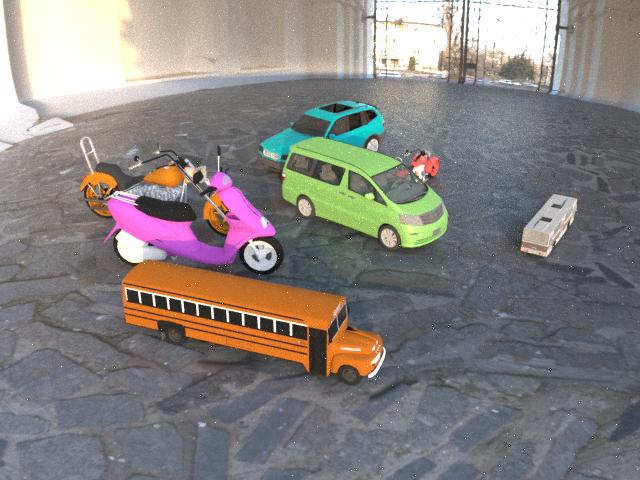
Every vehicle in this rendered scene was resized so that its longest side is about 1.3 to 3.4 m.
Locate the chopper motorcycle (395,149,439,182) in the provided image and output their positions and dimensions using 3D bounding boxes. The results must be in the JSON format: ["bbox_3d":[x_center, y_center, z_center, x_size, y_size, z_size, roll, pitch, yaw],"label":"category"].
[{"bbox_3d":[1.884,-1.424,13.564,0.466,0.761,1.563,19,32,34],"label":"chopper motorcycle"}]

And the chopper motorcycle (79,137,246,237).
[{"bbox_3d":[-2.620,-0.890,11.658,3.040,1.480,0.906,7,27,14],"label":"chopper motorcycle"}]

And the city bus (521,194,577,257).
[{"bbox_3d":[3.772,-0.239,11.487,0.476,0.460,1.674,15,30,29],"label":"city bus"}]

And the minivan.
[{"bbox_3d":[0.737,-0.848,11.892,3.011,1.197,1.324,21,33,37],"label":"minivan"}]

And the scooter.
[{"bbox_3d":[-1.881,-0.354,10.216,2.721,1.786,1.288,3,26,7],"label":"scooter"}]

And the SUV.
[{"bbox_3d":[0.080,-2.174,14.677,1.276,1.128,3.058,23,35,39],"label":"SUV"}]

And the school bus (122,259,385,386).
[{"bbox_3d":[-0.835,0.960,8.605,3.322,0.844,0.709,9,28,19],"label":"school bus"}]
